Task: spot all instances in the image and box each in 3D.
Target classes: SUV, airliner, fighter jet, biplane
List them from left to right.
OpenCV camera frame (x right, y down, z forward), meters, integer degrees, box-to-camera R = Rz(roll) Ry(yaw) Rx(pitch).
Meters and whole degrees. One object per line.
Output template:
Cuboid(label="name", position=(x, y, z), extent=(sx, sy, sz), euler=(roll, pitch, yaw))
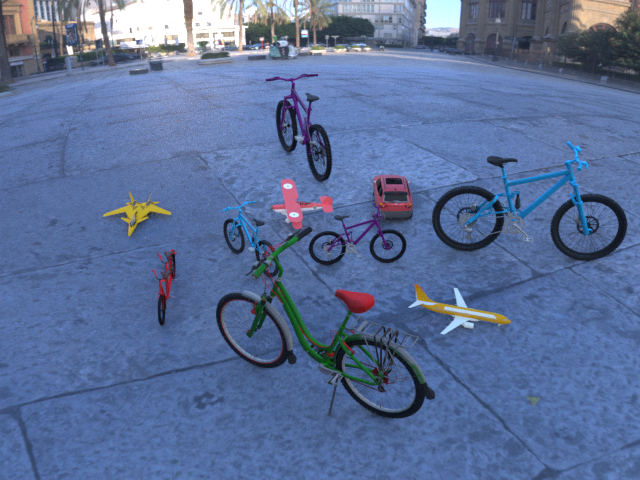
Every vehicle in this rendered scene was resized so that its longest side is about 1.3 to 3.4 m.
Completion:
Cuboid(label="fighter jet", position=(-3.119, -0.448, 11.848), extent=(1.147, 0.286, 1.358), euler=(-2, 27, -3))
Cuboid(label="biplane", position=(-0.319, -0.557, 11.822), extent=(1.090, 0.504, 1.336), euler=(-4, 28, -8))
Cuboid(label="SUV", position=(1.273, -0.852, 12.312), extent=(0.656, 0.580, 1.572), euler=(0, 27, 1))
Cuboid(label="airliner", position=(1.846, 0.859, 9.153), extent=(1.307, 0.429, 1.161), euler=(8, 28, 16))

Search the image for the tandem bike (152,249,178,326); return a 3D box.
Cuboid(label="tandem bike", position=(-2.096, 0.506, 9.563), extent=(0.283, 0.682, 1.642), euler=(-2, 27, -4))

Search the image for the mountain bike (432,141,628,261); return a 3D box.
Cuboid(label="mountain bike", position=(3.136, -0.517, 10.452), extent=(2.857, 1.688, 1.114), euler=(5, 28, 9))

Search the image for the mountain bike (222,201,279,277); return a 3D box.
Cuboid(label="mountain bike", position=(-1.045, -0.033, 10.406), extent=(0.573, 0.868, 1.469), euler=(-20, 33, -33))

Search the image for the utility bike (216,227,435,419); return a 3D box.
Cuboid(label="utility bike", position=(-0.091, 0.951, 7.435), extent=(2.791, 1.839, 1.039), euler=(16, 31, 28))

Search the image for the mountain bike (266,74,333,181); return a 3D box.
Cuboid(label="mountain bike", position=(-0.361, -2.302, 13.919), extent=(1.114, 1.688, 2.857), euler=(-11, 29, -20))

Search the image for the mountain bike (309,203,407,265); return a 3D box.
Cuboid(label="mountain bike", position=(0.566, -0.029, 10.399), extent=(1.469, 0.868, 0.573), euler=(-2, 27, -3))
